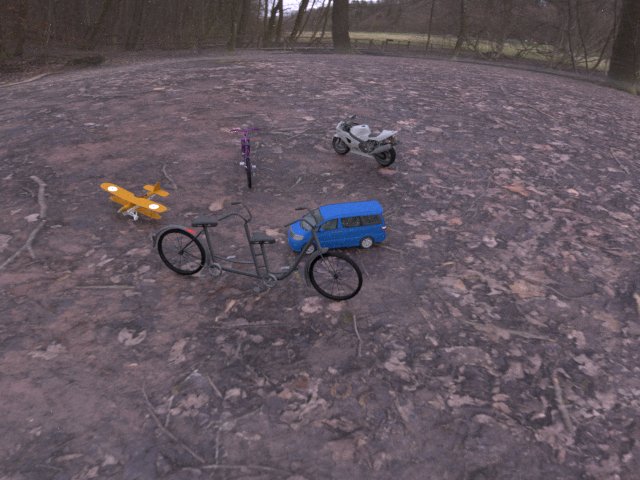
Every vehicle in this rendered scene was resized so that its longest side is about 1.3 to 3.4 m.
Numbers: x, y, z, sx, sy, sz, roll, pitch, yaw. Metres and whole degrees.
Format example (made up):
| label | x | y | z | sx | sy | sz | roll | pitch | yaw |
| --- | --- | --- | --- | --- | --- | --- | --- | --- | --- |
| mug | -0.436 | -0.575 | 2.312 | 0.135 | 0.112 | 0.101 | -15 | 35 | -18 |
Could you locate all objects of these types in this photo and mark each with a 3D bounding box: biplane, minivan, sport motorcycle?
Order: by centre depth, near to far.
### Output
| label | x | y | z | sx | sy | sz | roll | pitch | yaw |
| --- | --- | --- | --- | --- | --- | --- | --- | --- | --- |
| minivan | 0.259 | -0.220 | 11.128 | 1.548 | 0.616 | 0.681 | -6 | 30 | -10 |
| biplane | -3.085 | -0.669 | 12.050 | 1.336 | 0.504 | 1.090 | 14 | 32 | 24 |
| sport motorcycle | 0.890 | -1.998 | 14.110 | 1.520 | 0.821 | 0.506 | 19 | 34 | 30 |

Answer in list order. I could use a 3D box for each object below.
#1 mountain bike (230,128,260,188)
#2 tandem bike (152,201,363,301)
| label | x | y | z | sx | sy | sz | roll | pitch | yaw |
| --- | --- | --- | --- | --- | --- | --- | --- | --- | --- |
| mountain bike | -1.395 | -1.611 | 13.367 | 0.573 | 0.868 | 1.469 | -4 | 29 | -8 |
| tandem bike | -0.942 | 0.098 | 9.828 | 3.192 | 1.326 | 0.550 | 9 | 30 | 15 |
